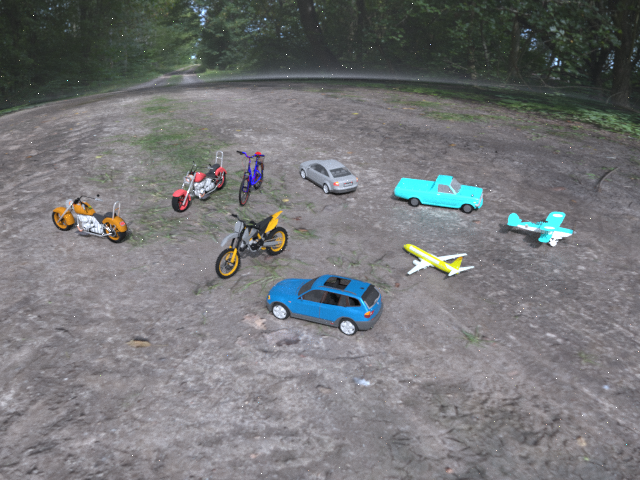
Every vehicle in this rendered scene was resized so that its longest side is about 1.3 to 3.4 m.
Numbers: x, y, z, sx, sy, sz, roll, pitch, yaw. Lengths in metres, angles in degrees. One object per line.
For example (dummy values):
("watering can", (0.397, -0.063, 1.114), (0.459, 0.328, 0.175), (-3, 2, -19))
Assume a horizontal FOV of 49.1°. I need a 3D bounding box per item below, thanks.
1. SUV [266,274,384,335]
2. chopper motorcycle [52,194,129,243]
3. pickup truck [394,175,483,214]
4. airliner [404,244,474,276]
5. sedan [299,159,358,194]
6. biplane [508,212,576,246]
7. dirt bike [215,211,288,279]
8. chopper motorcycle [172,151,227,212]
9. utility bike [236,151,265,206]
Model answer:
("SUV", (0.056, 0.772, 9.288), (1.572, 0.580, 0.656), (11, 28, 21))
("chopper motorcycle", (-3.832, -0.407, 11.540), (1.563, 0.761, 0.466), (13, 28, 24))
("pickup truck", (2.188, -0.901, 12.863), (1.603, 0.511, 0.640), (8, 27, 17))
("airliner", (1.700, 0.216, 10.623), (1.161, 0.429, 1.307), (-16, 30, -30))
("sedan", (0.146, -1.334, 13.799), (0.635, 0.483, 1.613), (-14, 29, -27))
("biplane", (3.618, -0.207, 11.420), (1.090, 0.504, 1.336), (12, 28, 24))
("dirt bike", (-1.011, 0.009, 10.561), (0.527, 0.857, 1.493), (21, 32, 36))
("chopper motorcycle", (-2.234, -1.095, 12.978), (0.466, 0.761, 1.563), (13, 28, 24))
("utility bike", (-1.227, -1.256, 13.100), (0.535, 0.946, 1.435), (6, 26, 12))
